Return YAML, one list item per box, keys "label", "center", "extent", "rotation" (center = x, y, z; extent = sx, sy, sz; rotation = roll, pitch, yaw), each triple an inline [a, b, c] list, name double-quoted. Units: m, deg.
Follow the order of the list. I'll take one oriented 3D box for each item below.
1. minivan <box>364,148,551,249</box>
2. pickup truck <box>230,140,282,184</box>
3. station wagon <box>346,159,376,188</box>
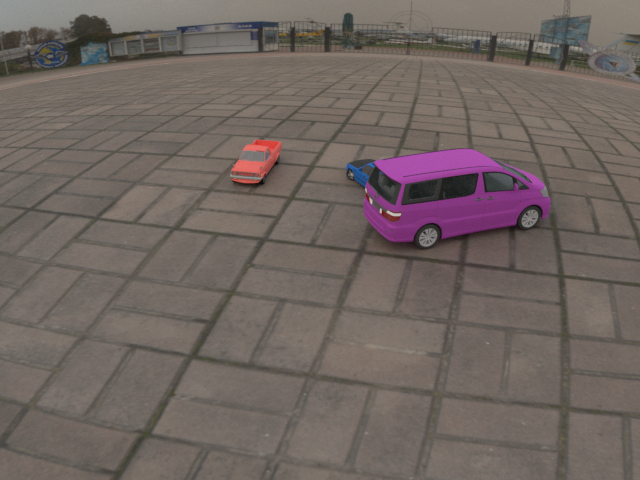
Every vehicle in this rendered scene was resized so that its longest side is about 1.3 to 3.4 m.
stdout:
- label: "minivan"
  center: [2.234, -0.769, 11.115]
  extent: [3.011, 1.197, 1.324]
  rotation: [-10, 30, -18]
- label: "pickup truck"
  center: [-1.186, -1.547, 13.252]
  extent: [0.640, 0.511, 1.603]
  rotation: [6, 29, 11]
- label: "station wagon"
  center: [1.062, -1.174, 12.610]
  extent: [0.682, 0.473, 1.597]
  rotation: [-14, 32, -24]
